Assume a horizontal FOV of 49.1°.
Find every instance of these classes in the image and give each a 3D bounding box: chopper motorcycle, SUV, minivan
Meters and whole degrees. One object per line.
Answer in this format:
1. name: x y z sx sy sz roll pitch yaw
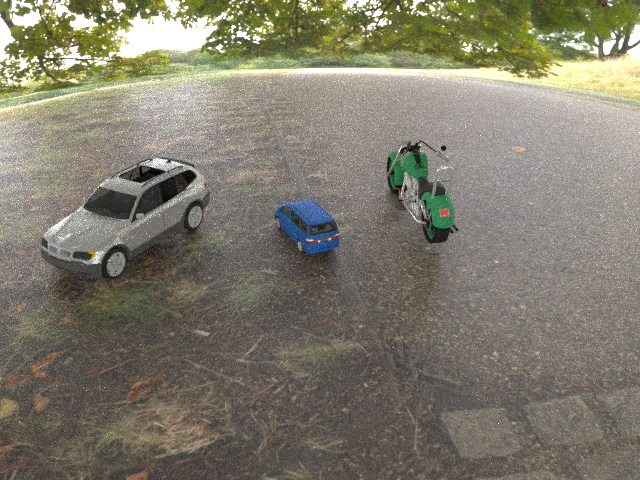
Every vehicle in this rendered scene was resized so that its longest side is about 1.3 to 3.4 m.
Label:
1. chopper motorcycle: 1.685 -1.082 12.158 0.906 1.480 3.040 -5 28 -9
2. SUV: -3.077 -0.456 11.337 1.276 1.128 3.058 15 31 26
3. minivan: -0.249 -0.317 11.626 0.681 0.616 1.548 -12 30 -22
